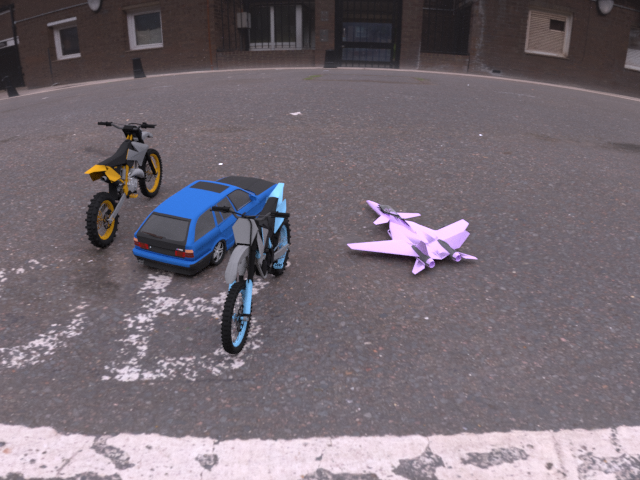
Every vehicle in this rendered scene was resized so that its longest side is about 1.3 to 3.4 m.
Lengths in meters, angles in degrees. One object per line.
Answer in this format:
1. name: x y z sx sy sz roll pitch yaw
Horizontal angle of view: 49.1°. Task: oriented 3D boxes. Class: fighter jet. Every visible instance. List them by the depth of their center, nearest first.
1. fighter jet: 1.398 -0.314 11.669 2.229 0.557 2.640 -12 30 -21

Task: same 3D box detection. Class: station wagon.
1. station wagon: -1.761 -0.495 11.623 1.327 0.920 3.105 11 30 21

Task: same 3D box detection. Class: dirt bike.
1. dirt bike: -0.815 0.204 9.475 1.024 1.666 2.903 6 28 11
2. dirt bike: -3.349 -1.119 12.015 1.024 1.666 2.903 5 28 9
